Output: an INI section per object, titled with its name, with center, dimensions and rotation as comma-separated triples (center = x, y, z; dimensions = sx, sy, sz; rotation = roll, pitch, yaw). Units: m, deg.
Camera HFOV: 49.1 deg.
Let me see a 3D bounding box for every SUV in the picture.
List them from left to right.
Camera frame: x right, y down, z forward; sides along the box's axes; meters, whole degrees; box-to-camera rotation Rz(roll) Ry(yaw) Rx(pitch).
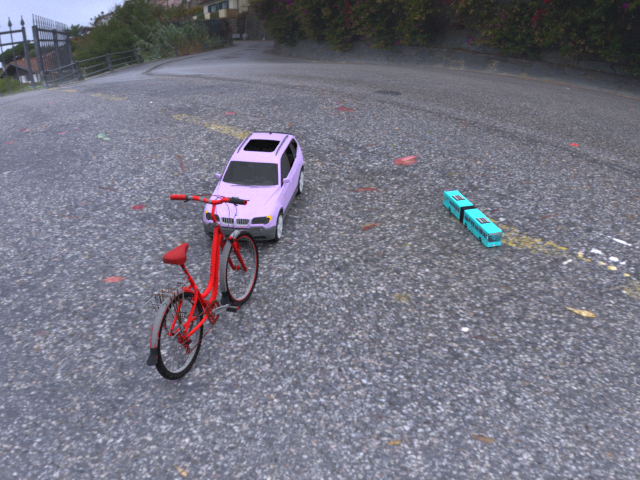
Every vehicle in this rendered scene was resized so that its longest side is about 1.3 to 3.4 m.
[SUV]
center = -1.071, -1.001, 12.063
dimensions = 1.276, 1.128, 3.058
rotation = 4, 28, 8

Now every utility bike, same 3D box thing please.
[utility bike]
center = -1.480, 0.402, 8.643
dimensions = 1.039, 1.839, 2.791
rotation = 10, 29, 18

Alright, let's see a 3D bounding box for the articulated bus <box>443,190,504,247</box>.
[articulated bus]
center = 2.541, -0.387, 11.799
dimensions = 0.311, 0.289, 1.749
rotation = -7, 29, -13
